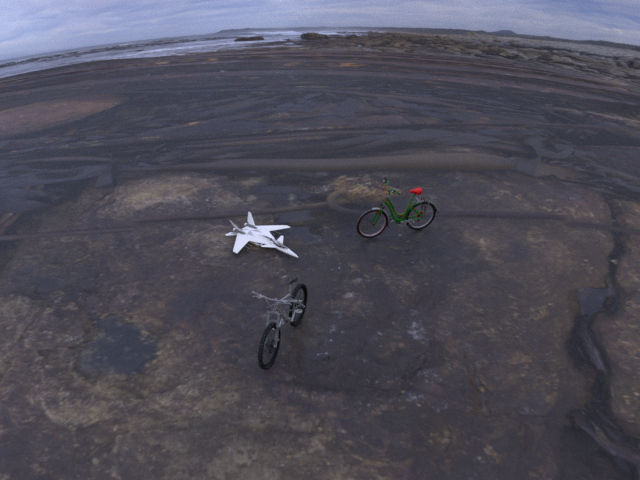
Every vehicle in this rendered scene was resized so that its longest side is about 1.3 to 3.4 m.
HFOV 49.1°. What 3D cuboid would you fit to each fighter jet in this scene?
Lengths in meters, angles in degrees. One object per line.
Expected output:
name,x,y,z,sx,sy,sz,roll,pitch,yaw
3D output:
fighter jet,-0.821,-0.044,10.879,1.358,0.286,1.147,25,38,37

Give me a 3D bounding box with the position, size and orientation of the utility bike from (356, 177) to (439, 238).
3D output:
utility bike,1.264,-0.481,10.985,1.435,0.946,0.535,-10,31,-17

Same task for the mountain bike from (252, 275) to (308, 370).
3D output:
mountain bike,-0.443,0.913,8.581,0.573,0.868,1.469,10,31,17
